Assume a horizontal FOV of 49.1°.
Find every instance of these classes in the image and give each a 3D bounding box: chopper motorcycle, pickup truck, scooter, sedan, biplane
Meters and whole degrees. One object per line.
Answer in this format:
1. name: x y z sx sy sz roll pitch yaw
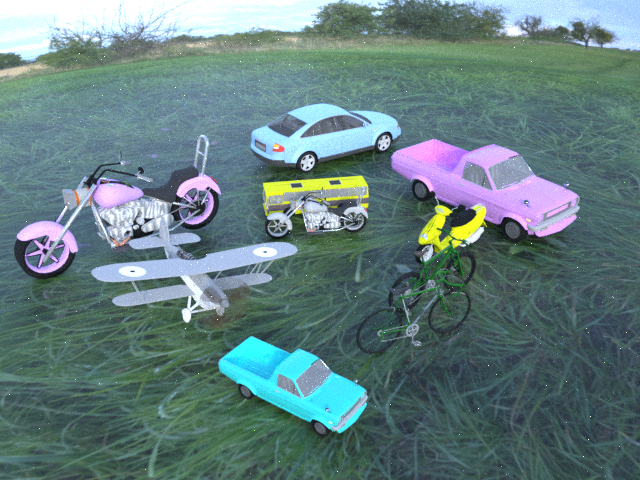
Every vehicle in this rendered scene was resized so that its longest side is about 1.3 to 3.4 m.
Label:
1. chopper motorcycle: -0.050 -0.411 10.495 1.563 0.761 0.466 -3 29 -6
2. pickup truck: 2.590 -0.988 11.320 1.244 0.993 3.117 -21 35 -34
3. scooter: 1.897 -0.224 9.981 1.399 0.919 0.662 -19 34 -32
4. sedan: 0.174 -2.101 13.440 3.137 0.940 1.235 -18 33 -30
5. chopper motorcycle: -2.799 -0.501 9.905 3.040 1.480 0.906 -19 34 -31
6. pickup truck: -0.300 1.447 7.312 1.603 0.511 0.640 18 33 30
7. biplane: -1.595 0.360 8.832 2.598 0.981 2.120 -17 33 -28

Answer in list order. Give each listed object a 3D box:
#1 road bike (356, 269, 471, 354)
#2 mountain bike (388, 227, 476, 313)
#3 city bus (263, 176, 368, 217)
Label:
1. road bike: 1.111 0.836 8.085 1.545 0.852 0.358 -12 31 -22
2. mountain bike: 1.457 0.399 8.880 1.469 0.868 0.573 -18 33 -30
3. city bus: -0.075 -0.698 11.343 1.674 0.460 0.476 -5 29 -9
